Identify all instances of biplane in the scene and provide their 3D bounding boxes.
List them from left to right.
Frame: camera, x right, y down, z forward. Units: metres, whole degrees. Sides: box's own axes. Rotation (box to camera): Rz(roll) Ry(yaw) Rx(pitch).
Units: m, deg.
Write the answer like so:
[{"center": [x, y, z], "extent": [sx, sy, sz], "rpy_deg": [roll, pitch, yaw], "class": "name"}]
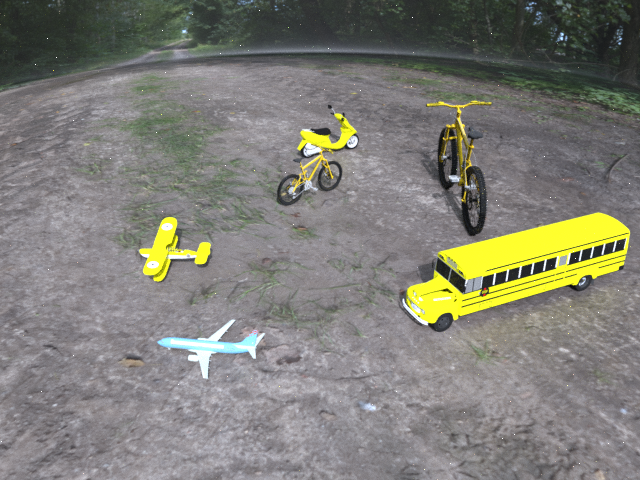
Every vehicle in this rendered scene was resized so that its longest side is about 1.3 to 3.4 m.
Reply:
[{"center": [-2.140, 0.200, 10.178], "extent": [1.090, 0.504, 1.336], "rpy_deg": [1, 29, 3], "class": "biplane"}]

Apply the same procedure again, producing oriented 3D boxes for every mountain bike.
[{"center": [-0.160, -1.143, 12.245], "extent": [1.469, 0.868, 0.573], "rpy_deg": [-22, 36, -35], "class": "mountain bike"}, {"center": [2.369, -1.317, 11.711], "extent": [1.114, 1.688, 2.857], "rpy_deg": [-2, 29, -4], "class": "mountain bike"}]

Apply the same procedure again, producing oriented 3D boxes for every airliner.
[{"center": [-1.350, 1.201, 8.435], "extent": [1.307, 0.429, 1.161], "rpy_deg": [5, 29, 8], "class": "airliner"}]

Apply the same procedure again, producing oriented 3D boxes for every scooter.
[{"center": [0.185, -2.165, 14.052], "extent": [1.399, 0.919, 0.662], "rpy_deg": [-15, 32, -25], "class": "scooter"}]

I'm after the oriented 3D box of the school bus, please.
[{"center": [2.677, 0.386, 9.488], "extent": [3.322, 0.844, 0.709], "rpy_deg": [-13, 31, -22], "class": "school bus"}]
